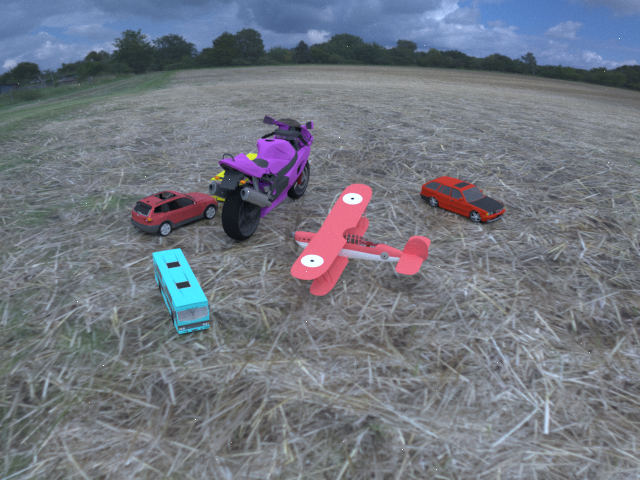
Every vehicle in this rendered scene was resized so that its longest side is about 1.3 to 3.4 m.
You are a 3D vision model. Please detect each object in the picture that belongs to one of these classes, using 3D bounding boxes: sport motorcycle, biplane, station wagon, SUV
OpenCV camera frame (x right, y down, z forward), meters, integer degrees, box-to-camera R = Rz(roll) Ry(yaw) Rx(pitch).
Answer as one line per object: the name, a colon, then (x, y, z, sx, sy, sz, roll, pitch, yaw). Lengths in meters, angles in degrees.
sport motorcycle: (-0.872, -1.126, 12.042, 0.983, 1.596, 2.955, 11, 27, 22)
biplane: (0.507, 0.118, 10.101, 2.120, 0.981, 2.598, 9, 26, 19)
station wagon: (2.566, -0.766, 12.600, 0.682, 0.473, 1.597, -20, 32, -37)
SUV: (-2.481, -0.556, 12.021, 0.656, 0.580, 1.572, 21, 32, 37)

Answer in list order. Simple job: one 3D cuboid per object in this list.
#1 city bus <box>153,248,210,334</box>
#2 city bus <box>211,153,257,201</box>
city bus: (-1.908, 0.678, 9.516, 0.476, 0.460, 1.674, -10, 27, -20)
city bus: (-1.529, -1.202, 13.552, 0.476, 0.460, 1.674, 9, 26, 18)
